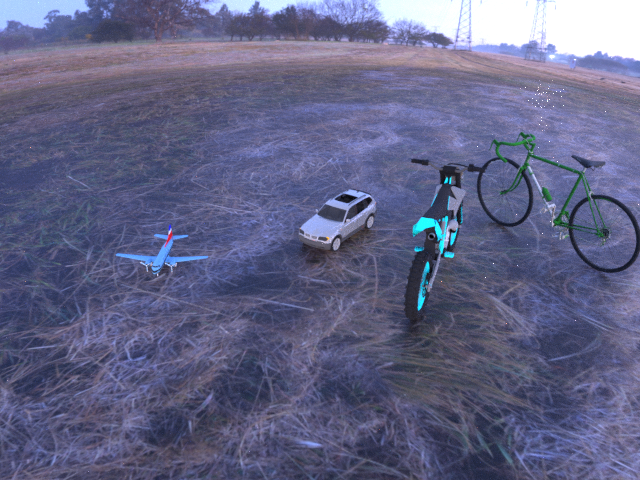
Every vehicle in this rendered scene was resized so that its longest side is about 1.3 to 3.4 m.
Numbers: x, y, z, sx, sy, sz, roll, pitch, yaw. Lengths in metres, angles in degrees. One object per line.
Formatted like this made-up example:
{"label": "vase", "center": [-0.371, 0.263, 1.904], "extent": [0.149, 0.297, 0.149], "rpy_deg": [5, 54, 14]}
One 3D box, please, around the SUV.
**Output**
{"label": "SUV", "center": [0.305, -0.352, 11.172], "extent": [0.656, 0.580, 1.572], "rpy_deg": [18, 32, 31]}

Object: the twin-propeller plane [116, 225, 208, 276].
{"label": "twin-propeller plane", "center": [-2.319, 0.160, 10.364], "extent": [1.370, 0.407, 1.095], "rpy_deg": [2, 27, 3]}

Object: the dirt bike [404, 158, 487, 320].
{"label": "dirt bike", "center": [1.633, -0.183, 9.657], "extent": [1.024, 1.666, 2.903], "rpy_deg": [10, 29, 19]}

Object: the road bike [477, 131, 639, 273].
{"label": "road bike", "center": [3.520, -0.649, 10.573], "extent": [0.697, 1.656, 3.004], "rpy_deg": [-18, 32, -31]}
